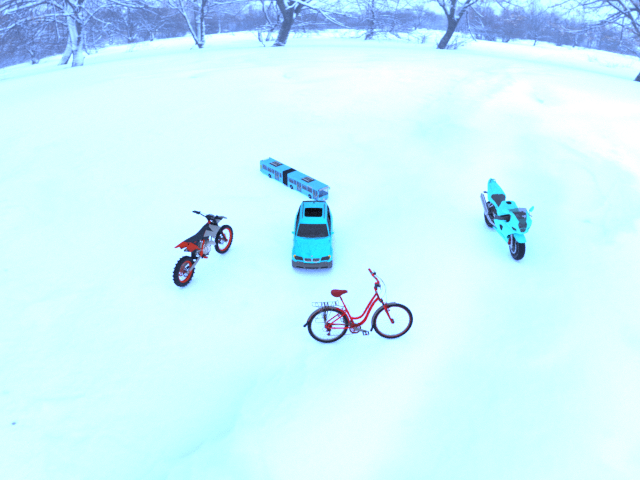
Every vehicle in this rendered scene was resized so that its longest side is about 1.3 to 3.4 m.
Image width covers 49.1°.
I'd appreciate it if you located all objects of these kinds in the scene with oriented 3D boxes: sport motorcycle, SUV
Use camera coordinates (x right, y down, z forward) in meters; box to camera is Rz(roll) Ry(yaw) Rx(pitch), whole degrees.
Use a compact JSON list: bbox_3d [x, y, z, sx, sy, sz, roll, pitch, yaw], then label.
[{"bbox_3d":[2.959,-0.341,11.174,0.506,0.821,1.520,-5,31,-8],"label":"sport motorcycle"},{"bbox_3d":[-0.108,-0.107,11.013,0.656,0.580,1.572,0,30,1],"label":"SUV"}]

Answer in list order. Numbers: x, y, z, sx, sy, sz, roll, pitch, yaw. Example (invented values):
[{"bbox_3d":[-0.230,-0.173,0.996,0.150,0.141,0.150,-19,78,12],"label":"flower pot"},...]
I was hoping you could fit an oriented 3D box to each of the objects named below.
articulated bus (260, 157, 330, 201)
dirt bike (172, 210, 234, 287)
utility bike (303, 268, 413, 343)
[{"bbox_3d":[-0.498,-1.142,13.068,0.311,0.289,1.749,-24,38,-35],"label":"articulated bus"},{"bbox_3d":[-1.744,0.054,10.465,0.527,0.857,1.493,15,33,23],"label":"dirt bike"},{"bbox_3d":[0.491,0.872,8.982,1.435,0.946,0.535,-3,31,-5],"label":"utility bike"}]
